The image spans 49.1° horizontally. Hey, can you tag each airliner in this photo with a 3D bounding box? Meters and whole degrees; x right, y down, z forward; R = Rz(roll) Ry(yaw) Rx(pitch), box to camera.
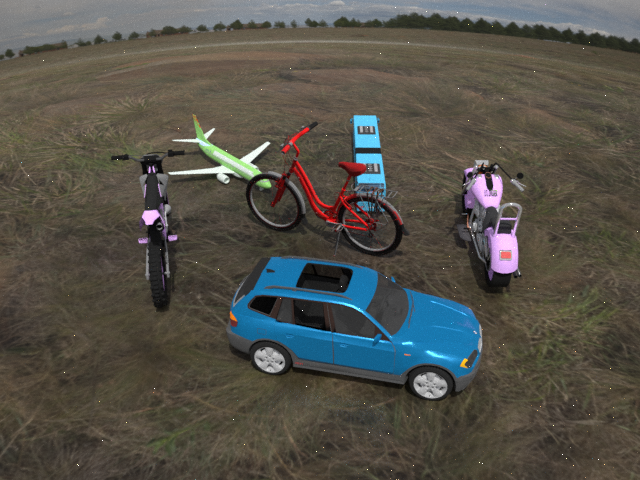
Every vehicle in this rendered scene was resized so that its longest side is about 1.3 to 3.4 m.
[{"bbox_3d":[-1.693,-1.625,13.049,2.257,0.835,2.541,-23,38,-34],"label":"airliner"}]

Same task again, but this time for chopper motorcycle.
[{"bbox_3d":[2.519,-0.523,10.530,0.906,1.480,3.040,1,30,2],"label":"chopper motorcycle"}]

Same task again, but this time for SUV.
[{"bbox_3d":[0.410,0.943,8.376,3.058,1.128,1.276,7,31,12],"label":"SUV"}]

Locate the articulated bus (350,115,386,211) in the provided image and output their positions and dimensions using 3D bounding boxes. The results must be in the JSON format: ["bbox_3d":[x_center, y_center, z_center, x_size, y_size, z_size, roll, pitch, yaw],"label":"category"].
[{"bbox_3d":[0.895,-1.518,13.137,0.605,0.561,3.401,1,30,1],"label":"articulated bus"}]

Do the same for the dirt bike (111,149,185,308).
[{"bbox_3d":[-2.379,-0.364,10.074,1.024,1.666,2.903,-5,31,-9],"label":"dirt bike"}]

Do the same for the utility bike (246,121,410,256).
[{"bbox_3d":[0.009,-0.683,10.448,2.791,1.839,1.039,14,33,23],"label":"utility bike"}]
